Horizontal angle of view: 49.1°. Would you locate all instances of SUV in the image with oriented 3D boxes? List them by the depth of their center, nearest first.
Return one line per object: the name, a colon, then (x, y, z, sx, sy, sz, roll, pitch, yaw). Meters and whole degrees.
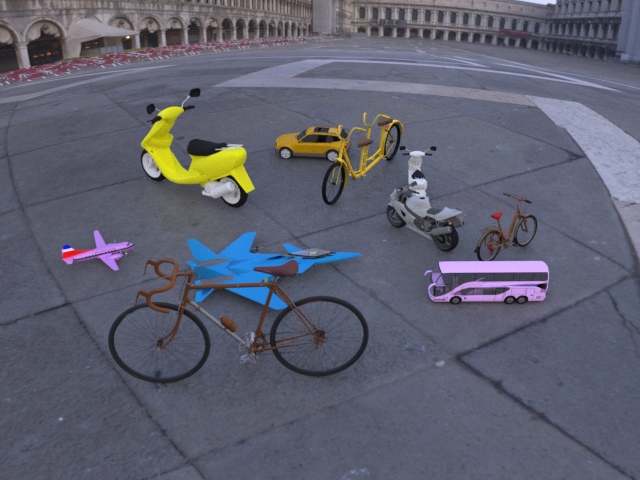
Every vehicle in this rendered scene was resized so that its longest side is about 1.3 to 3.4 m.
SUV: (-0.151, -2.012, 14.360, 1.572, 0.580, 0.656, 4, 30, 7)

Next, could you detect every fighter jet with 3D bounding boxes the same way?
fighter jet: (-0.617, 0.253, 10.365, 2.640, 0.557, 2.229, -8, 30, -14)

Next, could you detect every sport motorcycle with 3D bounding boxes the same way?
sport motorcycle: (1.642, -0.386, 11.231, 0.506, 0.821, 1.520, -23, 37, -35)

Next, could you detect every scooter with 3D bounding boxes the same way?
scooter: (-2.294, -1.637, 12.467, 2.721, 1.786, 1.288, 19, 35, 30)
scooter: (1.744, -1.191, 12.558, 0.662, 0.919, 1.399, 1, 29, 2)

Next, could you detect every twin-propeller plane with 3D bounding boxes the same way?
twin-propeller plane: (-3.380, 0.143, 10.714, 1.095, 0.407, 1.370, -15, 33, -24)

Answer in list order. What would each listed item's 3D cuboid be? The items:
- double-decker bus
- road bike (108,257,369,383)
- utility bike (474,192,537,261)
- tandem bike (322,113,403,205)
double-decker bus: (2.322, 0.587, 9.790, 1.672, 0.541, 0.389, 0, 29, -1)
road bike: (-0.927, 0.952, 8.007, 3.004, 1.656, 0.697, -2, 29, -3)
utility bike: (2.865, -0.214, 10.799, 1.435, 0.946, 0.535, -20, 35, -31)
tandem bike: (0.865, -1.735, 13.109, 0.550, 1.326, 3.192, 16, 33, 26)
